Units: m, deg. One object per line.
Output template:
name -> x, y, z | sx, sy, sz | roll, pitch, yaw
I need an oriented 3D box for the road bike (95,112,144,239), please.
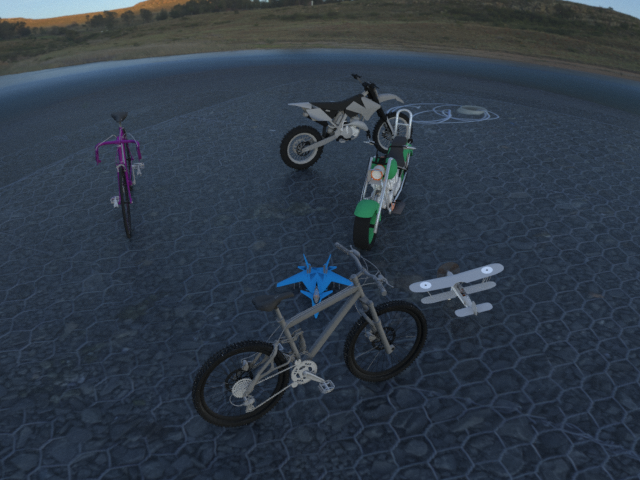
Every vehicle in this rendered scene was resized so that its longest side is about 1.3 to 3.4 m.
road bike -> -3.339, -1.254, 11.941 | 0.697, 1.656, 3.004 | -6, 30, -11

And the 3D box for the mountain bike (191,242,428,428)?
mountain bike -> -0.031, 1.107, 7.668 | 2.857, 1.688, 1.114 | -13, 32, -21

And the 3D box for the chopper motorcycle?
chopper motorcycle -> 1.091, -1.083, 11.814 | 0.906, 1.480, 3.040 | 9, 30, 16

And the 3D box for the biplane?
biplane -> 1.915, 0.721, 9.576 | 1.336, 0.504, 1.090 | -6, 30, -10

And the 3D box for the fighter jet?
fighter jet -> -0.047, 0.644, 9.939 | 1.147, 0.286, 1.358 | 0, 29, 0

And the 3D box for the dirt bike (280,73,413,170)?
dirt bike -> 0.564, -2.329, 13.859 | 2.903, 1.666, 1.024 | -11, 31, -19
